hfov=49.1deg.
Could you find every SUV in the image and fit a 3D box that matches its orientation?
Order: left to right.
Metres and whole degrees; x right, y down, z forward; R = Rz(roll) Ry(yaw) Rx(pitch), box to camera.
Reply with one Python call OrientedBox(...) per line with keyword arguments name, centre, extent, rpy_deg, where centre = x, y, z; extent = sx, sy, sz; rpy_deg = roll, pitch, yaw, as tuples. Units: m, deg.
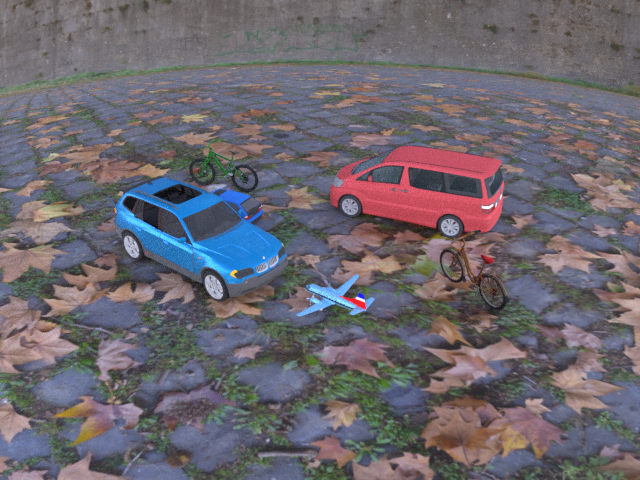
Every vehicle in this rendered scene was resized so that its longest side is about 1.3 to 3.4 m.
OrientedBox(name="SUV", centre=(-1.895, -0.127, 10.747), extent=(3.058, 1.128, 1.276), rpy_deg=(21, 35, 34))

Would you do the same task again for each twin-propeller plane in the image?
OrientedBox(name="twin-propeller plane", centre=(0.205, 0.772, 9.832), extent=(1.095, 0.407, 1.370), rpy_deg=(21, 35, 34))

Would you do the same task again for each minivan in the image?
OrientedBox(name="minivan", centre=(1.649, -0.964, 12.236), extent=(3.011, 1.197, 1.324), rpy_deg=(13, 31, 23))

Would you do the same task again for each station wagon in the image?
OrientedBox(name="station wagon", centre=(-1.804, -0.632, 12.383), extent=(1.597, 0.473, 0.682), rpy_deg=(14, 31, 24))

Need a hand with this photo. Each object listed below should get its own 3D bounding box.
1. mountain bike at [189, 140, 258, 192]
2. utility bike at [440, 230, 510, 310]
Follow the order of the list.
OrientedBox(name="mountain bike", centre=(-1.855, -1.382, 13.365), extent=(1.469, 0.868, 0.573), rpy_deg=(10, 30, 18))
OrientedBox(name="utility bike", centre=(2.151, 0.403, 9.950), extent=(0.535, 0.946, 1.435), rpy_deg=(-16, 32, -28))
